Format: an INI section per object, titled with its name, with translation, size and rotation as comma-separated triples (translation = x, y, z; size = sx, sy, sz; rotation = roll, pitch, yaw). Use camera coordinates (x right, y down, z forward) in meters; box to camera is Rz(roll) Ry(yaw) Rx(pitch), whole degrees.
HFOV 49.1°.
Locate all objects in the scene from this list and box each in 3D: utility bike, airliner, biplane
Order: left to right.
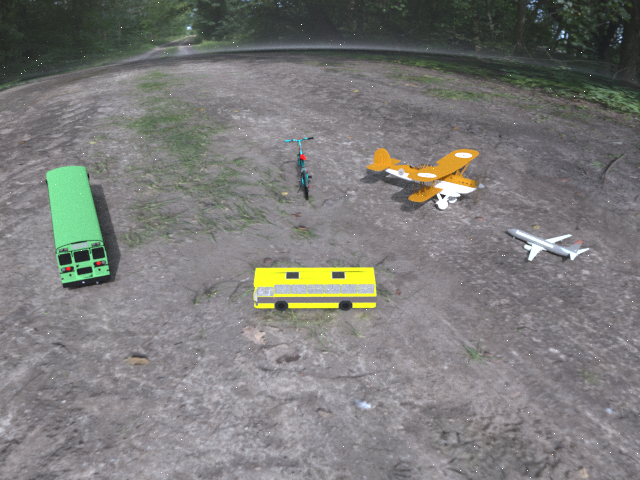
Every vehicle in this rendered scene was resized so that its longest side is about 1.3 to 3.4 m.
[utility bike]
translation = -0.357, -1.361, 12.795
size = 0.535, 0.946, 1.435
rotation = -3, 30, -5
[biplane]
translation = 1.904, -1.156, 12.401
size = 2.120, 0.981, 2.598
rotation = 17, 34, 27
[airliner]
translation = 3.505, -0.026, 10.978
size = 1.161, 0.429, 1.307
rotation = -24, 38, -36

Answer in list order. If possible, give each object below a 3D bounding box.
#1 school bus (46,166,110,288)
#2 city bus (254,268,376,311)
[school bus]
translation = -3.906, -0.365, 11.154
size = 0.709, 0.844, 3.322
rotation = -11, 32, -18
[city bus]
translation = -0.070, 0.682, 9.710
size = 1.674, 0.460, 0.476
rotation = 0, 30, 0
